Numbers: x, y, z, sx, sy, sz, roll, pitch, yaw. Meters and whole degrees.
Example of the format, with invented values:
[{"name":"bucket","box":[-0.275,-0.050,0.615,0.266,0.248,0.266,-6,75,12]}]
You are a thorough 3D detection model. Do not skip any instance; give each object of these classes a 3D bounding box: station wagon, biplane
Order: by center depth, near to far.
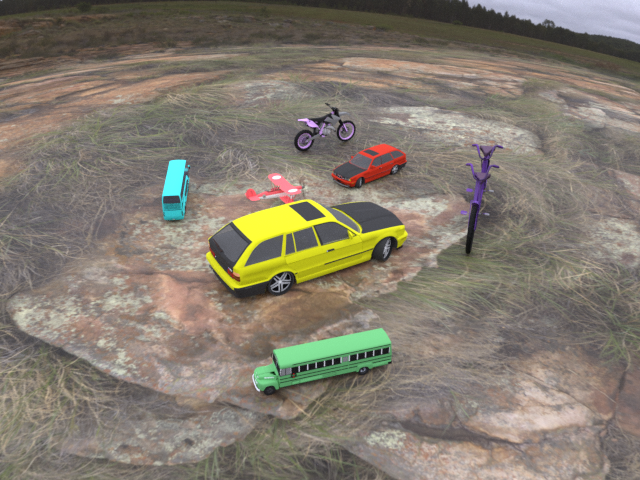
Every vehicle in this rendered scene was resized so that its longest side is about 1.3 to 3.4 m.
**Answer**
[{"name":"station wagon","box":[-0.132,-0.064,10.659,3.105,0.920,1.327,-16,34,-26]},{"name":"biplane","box":[-0.786,-0.843,12.403,1.090,0.504,1.336,-11,32,-19]},{"name":"station wagon","box":[0.950,-1.464,13.494,1.597,0.473,0.682,-24,38,-35]}]

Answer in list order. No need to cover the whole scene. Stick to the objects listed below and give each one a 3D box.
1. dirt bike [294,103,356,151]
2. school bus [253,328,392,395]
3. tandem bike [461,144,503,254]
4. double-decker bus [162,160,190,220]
[{"name":"dirt bike","box":[0.113,-2.368,14.661,1.493,0.857,0.527,-16,34,-26]},{"name":"school bus","box":[0.026,1.469,8.519,1.708,0.434,0.365,-9,32,-15]},{"name":"tandem bike","box":[2.720,-0.976,11.817,0.550,1.326,3.192,9,31,14]},{"name":"double-decker bus","box":[-2.566,-0.929,12.513,0.389,0.541,1.672,-3,30,-5]}]
